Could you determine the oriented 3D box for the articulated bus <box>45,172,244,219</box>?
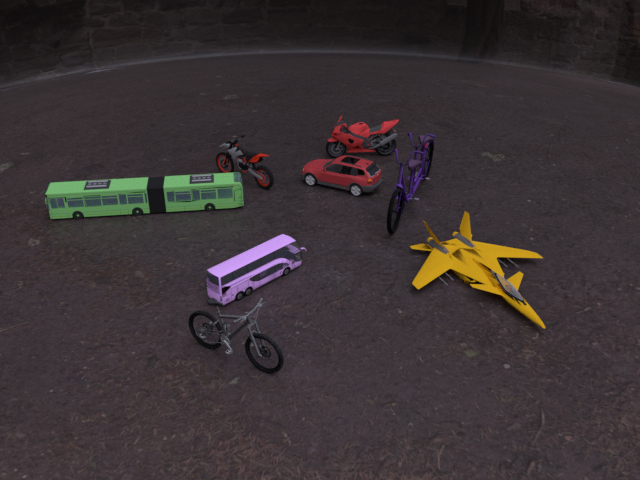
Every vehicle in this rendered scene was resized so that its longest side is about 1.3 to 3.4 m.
[{"bbox_3d":[-3.082,-0.793,12.435,3.401,0.561,0.605,-4,30,-7],"label":"articulated bus"}]

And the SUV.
[{"bbox_3d":[0.408,-1.298,13.305,1.572,0.580,0.656,15,33,24],"label":"SUV"}]

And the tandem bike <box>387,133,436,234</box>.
[{"bbox_3d":[1.675,-1.266,12.494,0.550,1.326,3.192,11,31,18],"label":"tandem bike"}]

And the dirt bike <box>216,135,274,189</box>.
[{"bbox_3d":[-1.469,-1.507,13.391,1.493,0.857,0.527,21,36,32],"label":"dirt bike"}]

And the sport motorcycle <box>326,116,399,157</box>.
[{"bbox_3d":[0.872,-2.120,14.507,1.520,0.821,0.506,-3,30,-6],"label":"sport motorcycle"}]

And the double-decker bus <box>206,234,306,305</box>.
[{"bbox_3d":[-0.927,0.405,10.347,0.389,0.541,1.672,26,38,37],"label":"double-decker bus"}]

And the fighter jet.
[{"bbox_3d":[2.479,0.428,10.290,2.229,0.557,2.640,-12,32,-20],"label":"fighter jet"}]

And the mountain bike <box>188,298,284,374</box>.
[{"bbox_3d":[-1.077,1.142,8.719,1.469,0.868,0.573,17,34,27],"label":"mountain bike"}]
